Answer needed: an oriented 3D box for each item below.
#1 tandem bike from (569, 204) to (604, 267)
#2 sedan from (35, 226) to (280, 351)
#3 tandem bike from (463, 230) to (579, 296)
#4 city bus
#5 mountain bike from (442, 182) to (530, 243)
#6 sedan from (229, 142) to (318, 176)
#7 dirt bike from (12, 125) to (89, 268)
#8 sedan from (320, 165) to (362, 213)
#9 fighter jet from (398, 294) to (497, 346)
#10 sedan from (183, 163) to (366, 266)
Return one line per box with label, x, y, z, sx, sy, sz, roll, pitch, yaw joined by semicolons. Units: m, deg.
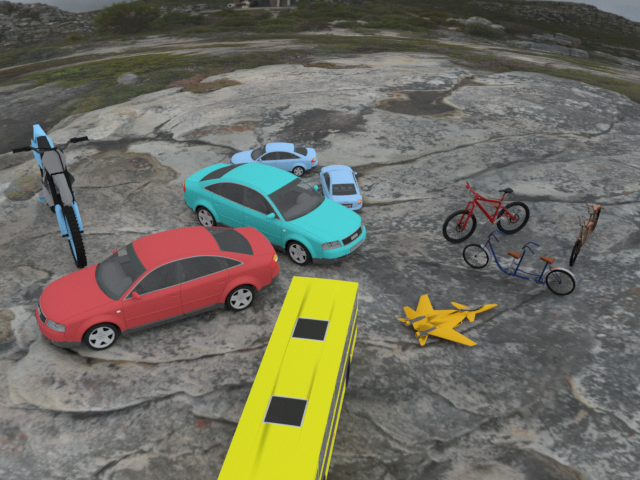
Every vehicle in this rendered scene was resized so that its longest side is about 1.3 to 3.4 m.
tandem bike;3.993;-0.195;10.436;0.283;0.682;1.642;18;35;27
sedan;-2.063;0.472;9.077;3.137;0.940;1.235;-15;34;-23
tandem bike;2.744;0.290;9.630;1.642;0.682;0.283;18;36;28
city bus;-0.211;1.649;7.167;0.926;0.894;3.255;5;31;9
mountain bike;2.541;-0.404;10.602;1.469;0.868;0.573;-9;32;-15
sedan;-0.851;-1.495;12.786;1.613;0.483;0.635;-1;31;-2
dirt bike;-3.938;-0.812;10.506;1.024;1.666;2.903;-15;34;-23
sedan;0.342;-0.940;11.865;0.635;0.483;1.613;-3;31;-5
fighter jet;1.729;0.925;8.958;1.358;0.286;1.147;-13;34;-21
sedan;-0.741;-0.544;10.766;3.137;0.940;1.235;20;36;30
